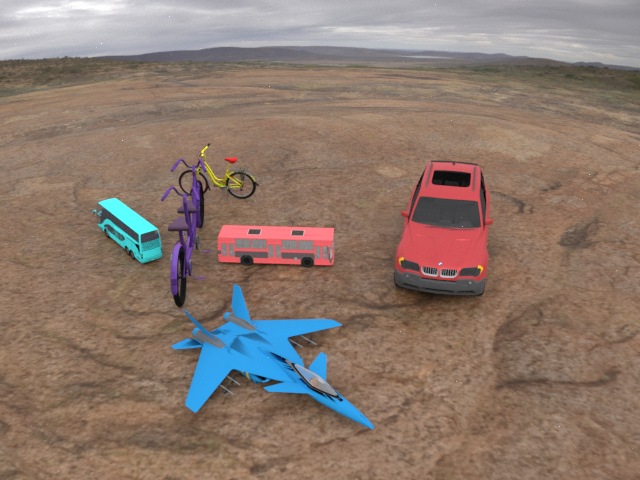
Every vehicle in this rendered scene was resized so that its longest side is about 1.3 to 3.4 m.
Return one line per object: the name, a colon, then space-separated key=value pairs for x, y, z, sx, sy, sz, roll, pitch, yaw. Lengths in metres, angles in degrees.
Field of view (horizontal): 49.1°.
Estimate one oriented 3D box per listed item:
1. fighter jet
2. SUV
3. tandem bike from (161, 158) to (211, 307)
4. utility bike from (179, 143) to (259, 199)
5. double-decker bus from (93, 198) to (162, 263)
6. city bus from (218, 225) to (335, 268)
fighter jet: x=-0.413 y=1.310 z=7.700 sx=2.640 sy=0.557 sz=2.229 roll=23 pitch=35 yaw=38
SUV: x=1.849 y=-0.272 z=10.213 sx=1.276 sy=1.128 sz=3.058 roll=6 pitch=27 yaw=11
tandem bike: x=-1.882 y=-0.269 z=9.988 sx=0.550 sy=1.326 sz=3.192 roll=-1 pitch=27 yaw=-2
utility bike: x=-1.782 y=-1.137 z=12.138 sx=1.435 sy=0.946 sz=0.535 roll=3 pitch=27 yaw=5
double-decker bus: x=-2.945 y=-0.173 z=10.671 sx=0.389 sy=0.541 sz=1.672 roll=-20 pitch=33 yaw=-34
city bus: x=-0.628 y=0.095 z=10.227 sx=1.674 sy=0.460 sz=0.476 roll=2 pitch=27 yaw=3
